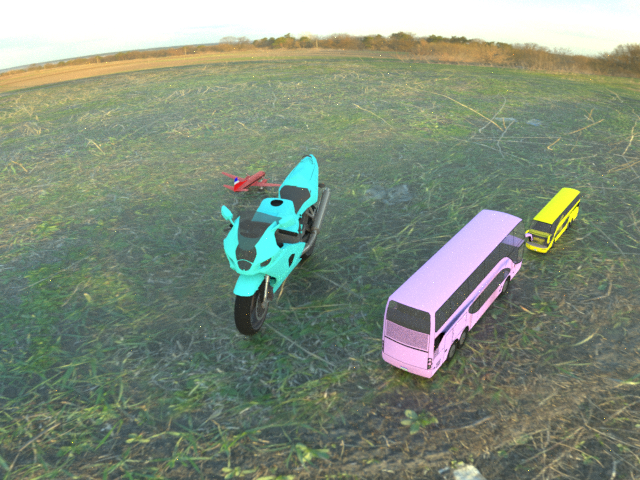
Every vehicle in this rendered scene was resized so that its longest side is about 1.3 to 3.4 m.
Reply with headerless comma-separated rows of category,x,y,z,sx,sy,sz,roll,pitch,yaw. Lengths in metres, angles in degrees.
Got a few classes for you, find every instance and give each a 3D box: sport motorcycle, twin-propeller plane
sport motorcycle,-0.557,-0.006,9.656,0.983,1.596,2.955,8,29,15
twin-propeller plane,-1.305,-1.131,13.018,1.370,0.407,1.095,13,31,23

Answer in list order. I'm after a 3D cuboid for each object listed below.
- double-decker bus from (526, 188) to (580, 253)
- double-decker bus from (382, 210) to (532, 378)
double-decker bus,3.797,-0.322,11.366,0.389,0.541,1.672,18,33,30
double-decker bus,1.872,0.555,9.184,0.756,1.052,3.251,17,33,29
